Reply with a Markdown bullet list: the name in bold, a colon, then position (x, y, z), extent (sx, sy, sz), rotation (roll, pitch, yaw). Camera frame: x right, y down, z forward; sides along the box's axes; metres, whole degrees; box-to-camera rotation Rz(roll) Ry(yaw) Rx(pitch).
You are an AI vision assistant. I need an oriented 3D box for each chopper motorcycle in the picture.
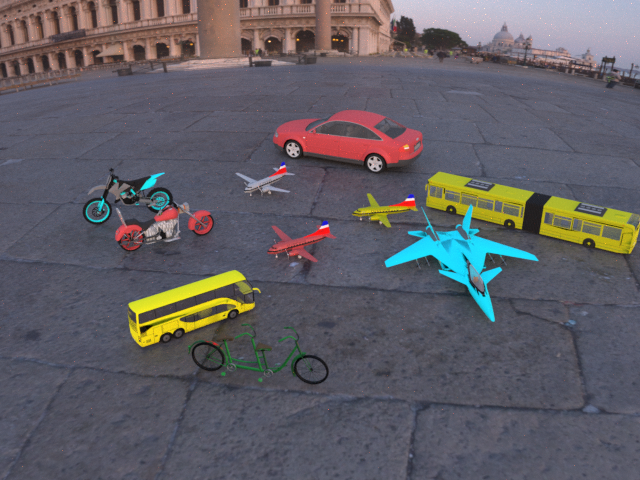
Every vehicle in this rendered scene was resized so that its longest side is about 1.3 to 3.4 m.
- **chopper motorcycle**: position (-2.387, -0.293, 10.783), extent (1.563, 0.761, 0.466), rotation (-16, 31, -28)

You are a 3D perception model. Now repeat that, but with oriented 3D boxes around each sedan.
- **sedan**: position (0.522, -2.113, 14.158), extent (3.137, 0.940, 1.235), rotation (12, 30, 23)

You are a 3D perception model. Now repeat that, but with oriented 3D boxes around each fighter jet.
- **fighter jet**: position (2.069, 0.276, 9.893), extent (2.229, 0.557, 2.640), rotation (-2, 27, -4)

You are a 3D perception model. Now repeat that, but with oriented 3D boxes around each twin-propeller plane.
- **twin-propeller plane**: position (-0.314, -0.005, 10.608), extent (1.095, 0.407, 1.370), rotation (-15, 31, -27)
- **twin-propeller plane**: position (1.068, -0.542, 11.662), extent (1.095, 0.407, 1.370), rotation (-5, 27, -9)
- **twin-propeller plane**: position (-0.987, -1.108, 12.773), extent (1.370, 0.407, 1.095), rotation (22, 34, 36)

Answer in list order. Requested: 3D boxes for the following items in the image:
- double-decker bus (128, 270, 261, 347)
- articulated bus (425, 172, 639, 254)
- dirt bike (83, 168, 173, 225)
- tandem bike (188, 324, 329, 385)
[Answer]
- **double-decker bus**: position (-1.567, 0.832, 8.817), extent (1.672, 0.541, 0.389), rotation (-17, 32, -30)
- **articulated bus**: position (3.339, -0.483, 11.376), extent (3.401, 0.561, 0.605), rotation (16, 31, 29)
- **dirt bike**: position (-3.176, -0.740, 11.554), extent (1.493, 0.857, 0.527), rotation (-13, 30, -24)
- **tandem bike**: position (-0.705, 1.260, 7.824), extent (1.642, 0.682, 0.283), rotation (5, 28, 11)
